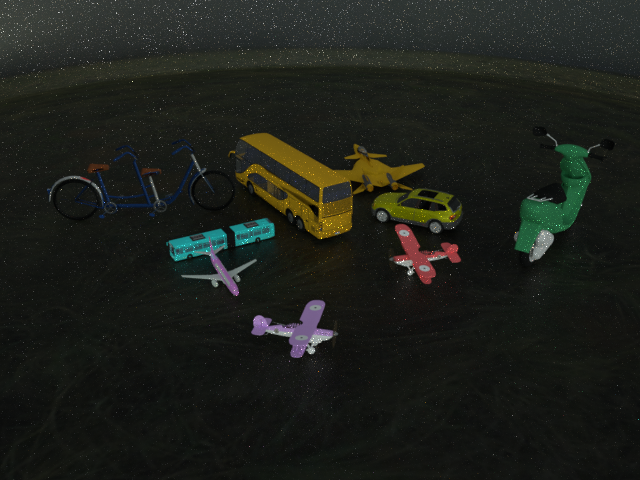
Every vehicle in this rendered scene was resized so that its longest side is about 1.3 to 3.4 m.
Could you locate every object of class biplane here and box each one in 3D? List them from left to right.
[{"bbox_3d":[-0.307,1.134,8.839,1.090,0.504,1.336,5,28,9],"label":"biplane"},{"bbox_3d":[1.568,0.256,10.532,1.090,0.504,1.336,-6,28,-12],"label":"biplane"}]

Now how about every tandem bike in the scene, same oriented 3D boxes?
[{"bbox_3d":[-3.076,-1.021,12.106,3.192,1.326,0.550,-4,28,-8],"label":"tandem bike"}]

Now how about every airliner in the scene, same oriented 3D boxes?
[{"bbox_3d":[-1.441,0.394,10.348,1.161,0.429,1.307,-12,30,-22],"label":"airliner"}]

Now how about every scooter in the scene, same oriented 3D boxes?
[{"bbox_3d":[3.770,-0.759,11.100,1.288,1.786,2.721,18,33,31],"label":"scooter"}]

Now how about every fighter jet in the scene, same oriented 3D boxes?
[{"bbox_3d":[0.973,-1.655,14.165,2.229,0.557,2.640,-4,28,-8],"label":"fighter jet"}]

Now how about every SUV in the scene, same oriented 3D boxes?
[{"bbox_3d":[1.667,-0.576,12.057,1.572,0.580,0.656,13,30,24],"label":"SUV"}]

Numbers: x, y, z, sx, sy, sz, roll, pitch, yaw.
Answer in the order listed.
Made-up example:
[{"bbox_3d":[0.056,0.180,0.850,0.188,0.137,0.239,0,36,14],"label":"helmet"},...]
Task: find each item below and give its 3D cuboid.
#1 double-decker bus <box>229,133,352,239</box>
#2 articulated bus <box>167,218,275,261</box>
[{"bbox_3d":[-0.578,-1.055,12.469,0.756,1.052,3.251,-16,32,-28],"label":"double-decker bus"},{"bbox_3d":[-1.573,-0.016,11.294,1.749,0.289,0.311,-14,31,-26],"label":"articulated bus"}]
